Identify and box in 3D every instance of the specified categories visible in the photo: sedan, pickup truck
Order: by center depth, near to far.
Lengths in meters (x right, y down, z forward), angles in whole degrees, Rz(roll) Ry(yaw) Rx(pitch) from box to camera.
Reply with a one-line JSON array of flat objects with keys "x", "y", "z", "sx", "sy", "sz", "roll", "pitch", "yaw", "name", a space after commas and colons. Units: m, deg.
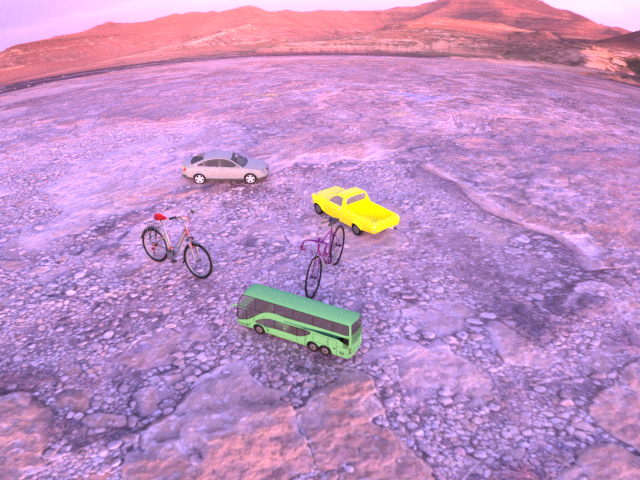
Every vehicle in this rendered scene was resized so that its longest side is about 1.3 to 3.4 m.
[{"x": 0.549, "y": -0.534, "z": 11.340, "sx": 0.640, "sy": 0.511, "sz": 1.603, "roll": -21, "pitch": 35, "yaw": -34, "name": "pickup truck"}, {"x": -1.740, "y": -1.368, "z": 12.904, "sx": 1.613, "sy": 0.483, "sz": 0.635, "roll": 0, "pitch": 29, "yaw": 0, "name": "sedan"}]

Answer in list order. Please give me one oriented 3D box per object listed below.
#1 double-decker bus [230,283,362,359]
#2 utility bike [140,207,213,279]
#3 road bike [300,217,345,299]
[{"x": -0.295, "y": 0.966, "z": 8.549, "sx": 1.672, "sy": 0.541, "sz": 0.389, "roll": 14, "pitch": 32, "yaw": 24, "name": "double-decker bus"}, {"x": -2.041, "y": -0.027, "z": 9.953, "sx": 1.435, "sy": 0.946, "sz": 0.535, "roll": 18, "pitch": 33, "yaw": 29, "name": "utility bike"}, {"x": 0.084, "y": 0.177, "z": 9.676, "sx": 0.358, "sy": 0.852, "sz": 1.545, "roll": 10, "pitch": 30, "yaw": 18, "name": "road bike"}]
